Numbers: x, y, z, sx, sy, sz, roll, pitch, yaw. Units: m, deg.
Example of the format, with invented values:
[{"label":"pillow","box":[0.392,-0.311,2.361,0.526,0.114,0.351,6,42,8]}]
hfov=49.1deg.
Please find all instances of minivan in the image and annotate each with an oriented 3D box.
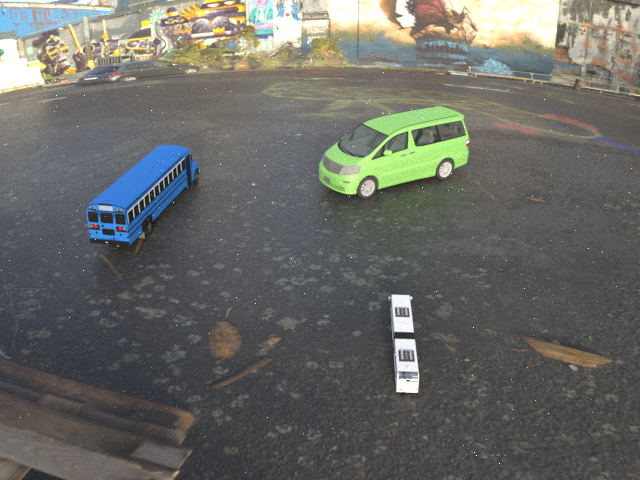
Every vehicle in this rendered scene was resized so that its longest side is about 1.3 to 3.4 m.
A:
[{"label":"minivan","box":[1.423,-1.730,13.427,3.011,1.197,1.324,-15,30,-27]}]

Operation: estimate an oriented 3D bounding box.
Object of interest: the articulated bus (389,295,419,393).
[{"label":"articulated bus","box":[1.025,1.223,8.581,0.311,0.289,1.749,1,27,3]}]

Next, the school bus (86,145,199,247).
[{"label":"school bus","box":[-2.937,-0.888,12.148,0.709,0.844,3.322,5,27,10]}]
